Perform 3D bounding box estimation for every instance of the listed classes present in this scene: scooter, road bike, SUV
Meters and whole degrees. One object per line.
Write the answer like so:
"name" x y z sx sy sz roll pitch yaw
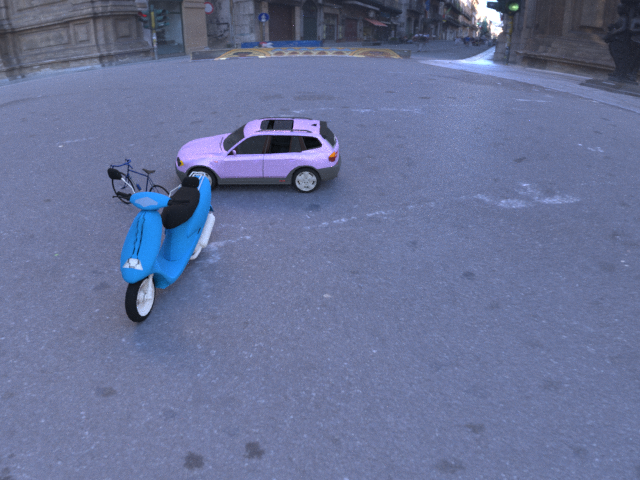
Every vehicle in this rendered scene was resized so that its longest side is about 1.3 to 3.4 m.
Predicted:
"scooter" -2.091 -0.233 9.702 1.288 1.786 2.721 7 29 12
"road bike" -3.029 -0.884 11.857 1.545 0.852 0.358 19 34 31
"SUV" -1.132 -1.621 12.912 3.058 1.128 1.276 0 29 0
